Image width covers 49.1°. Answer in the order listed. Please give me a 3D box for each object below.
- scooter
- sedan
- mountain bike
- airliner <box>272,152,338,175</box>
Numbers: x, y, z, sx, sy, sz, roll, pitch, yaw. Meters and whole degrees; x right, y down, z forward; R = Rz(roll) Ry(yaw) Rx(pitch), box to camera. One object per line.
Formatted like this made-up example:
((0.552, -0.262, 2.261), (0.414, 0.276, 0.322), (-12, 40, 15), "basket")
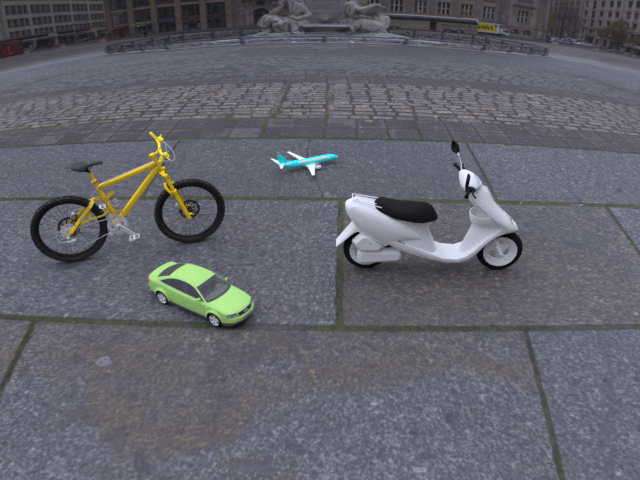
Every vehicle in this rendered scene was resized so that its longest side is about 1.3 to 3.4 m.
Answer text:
((1.595, -0.352, 9.949), (2.721, 1.786, 1.288), (1, 31, 1), "scooter")
((-1.624, 0.676, 9.507), (1.613, 0.483, 0.635), (19, 36, 28), "sedan")
((-2.839, -0.553, 10.377), (2.857, 1.688, 1.114), (-10, 32, -15), "mountain bike")
((-0.239, -1.572, 13.280), (1.307, 0.429, 1.161), (-14, 34, -22), "airliner")
